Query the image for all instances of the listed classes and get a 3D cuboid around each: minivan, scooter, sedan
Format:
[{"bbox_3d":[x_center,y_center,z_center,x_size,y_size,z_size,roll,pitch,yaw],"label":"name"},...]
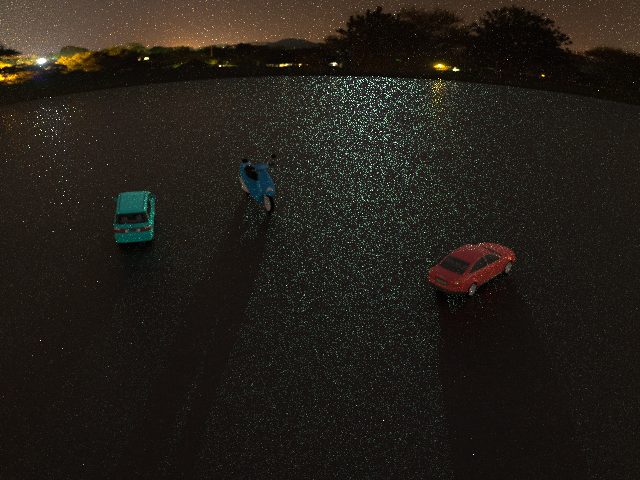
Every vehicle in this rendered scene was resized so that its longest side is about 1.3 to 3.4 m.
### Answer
[{"bbox_3d":[-3.052,-0.469,11.548,0.681,0.616,1.548,-5,26,-10],"label":"minivan"},{"bbox_3d":[-1.131,-1.104,12.515,0.662,0.919,1.399,-13,29,-25],"label":"scooter"},{"bbox_3d":[2.210,0.331,10.042,1.613,0.483,0.635,-23,34,-39],"label":"sedan"}]
